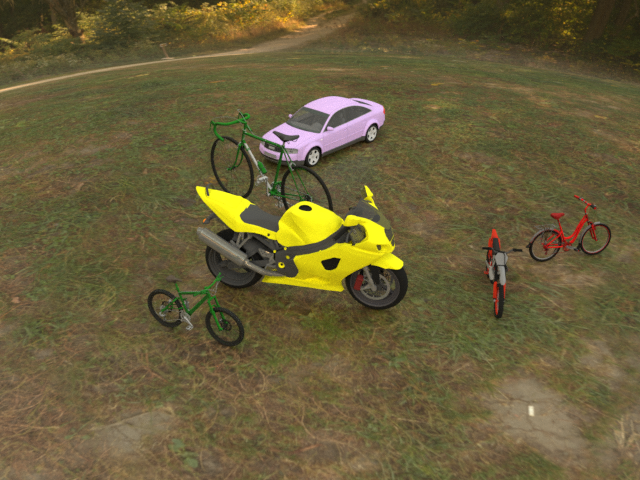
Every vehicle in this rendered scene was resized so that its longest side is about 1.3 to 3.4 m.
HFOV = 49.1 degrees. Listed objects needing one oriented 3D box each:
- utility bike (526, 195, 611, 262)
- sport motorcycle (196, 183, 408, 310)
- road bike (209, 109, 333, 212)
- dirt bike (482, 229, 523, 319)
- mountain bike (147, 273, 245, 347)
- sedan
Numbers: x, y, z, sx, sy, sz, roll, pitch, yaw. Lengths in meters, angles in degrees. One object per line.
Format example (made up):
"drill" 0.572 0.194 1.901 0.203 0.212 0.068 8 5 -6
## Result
"utility bike" 3.770 -0.166 10.585 1.435 0.946 0.535 -7 30 -12
"sport motorcycle" -0.254 0.088 9.465 2.955 1.596 0.983 8 30 14
"road bike" -0.888 -1.168 11.649 3.004 1.656 0.696 25 38 37
"dirt bike" 2.445 0.398 9.668 0.527 0.857 1.493 3 29 6
"mountain bike" -1.601 0.853 8.845 1.469 0.868 0.573 14 32 23
"sedan" 0.090 -2.375 14.538 1.235 0.940 3.137 24 37 36
